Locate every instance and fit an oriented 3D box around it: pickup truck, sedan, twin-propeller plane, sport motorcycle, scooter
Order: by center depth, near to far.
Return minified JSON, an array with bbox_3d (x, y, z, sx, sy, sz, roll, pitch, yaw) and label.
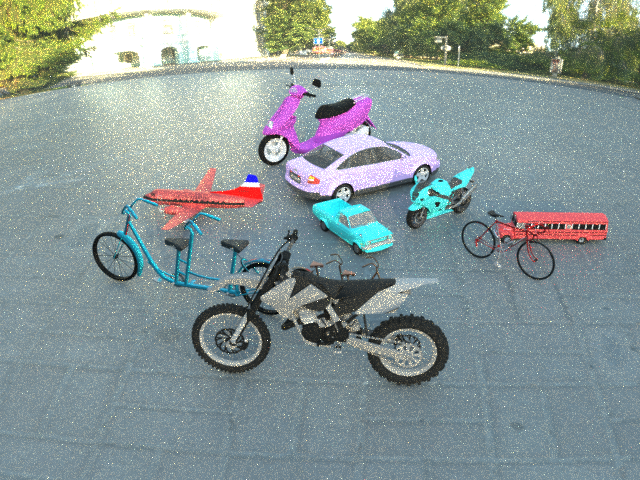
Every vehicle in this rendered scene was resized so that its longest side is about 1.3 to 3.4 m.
[{"bbox_3d":[0.509,-0.294,11.228,0.640,0.511,1.603,-15,31,-28],"label":"pickup truck"},{"bbox_3d":[2.021,-0.715,11.717,1.520,0.821,0.506,-19,32,-33],"label":"sport motorcycle"},{"bbox_3d":[-2.010,-0.790,11.899,2.129,0.792,2.663,4,27,7],"label":"twin-propeller plane"},{"bbox_3d":[0.854,-1.455,13.052,3.137,0.940,1.235,-15,31,-28],"label":"sedan"},{"bbox_3d":[-0.029,-2.545,14.270,2.721,1.786,1.288,-14,30,-25],"label":"scooter"}]

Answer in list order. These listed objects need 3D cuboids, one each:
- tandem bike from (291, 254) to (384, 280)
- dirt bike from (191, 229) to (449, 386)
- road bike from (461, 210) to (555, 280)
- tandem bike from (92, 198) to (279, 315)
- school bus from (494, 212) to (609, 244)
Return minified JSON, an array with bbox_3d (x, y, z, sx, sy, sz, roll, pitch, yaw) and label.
[{"bbox_3d":[0.306,0.513,9.440,1.642,0.682,0.283,7,28,14],"label":"tandem bike"},{"bbox_3d":[-0.021,0.848,7.685,2.903,1.666,1.024,3,27,5],"label":"dirt bike"},{"bbox_3d":[2.729,0.028,10.212,1.545,0.852,0.358,24,35,38],"label":"road bike"},{"bbox_3d":[-1.760,0.201,9.344,3.192,1.326,0.550,10,29,19],"label":"tandem bike"},{"bbox_3d":[3.659,-0.205,11.137,1.708,0.434,0.365,1,27,2],"label":"school bus"}]
